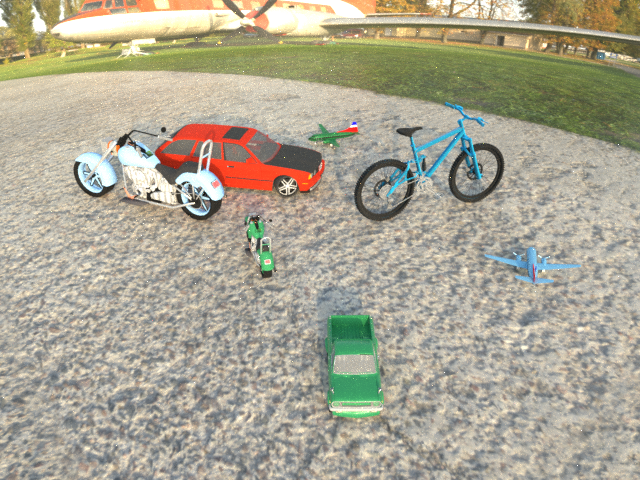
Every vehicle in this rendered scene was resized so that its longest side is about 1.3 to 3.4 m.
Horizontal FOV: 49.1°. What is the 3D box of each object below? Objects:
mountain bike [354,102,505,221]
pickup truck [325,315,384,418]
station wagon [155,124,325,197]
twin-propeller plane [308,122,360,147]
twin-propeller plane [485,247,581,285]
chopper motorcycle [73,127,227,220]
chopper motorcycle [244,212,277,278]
[{"bbox_3d":[1.879,-1.237,11.586,2.857,1.688,1.114,-12,32,-19],"label":"mountain bike"},{"bbox_3d":[0.386,1.388,8.194,0.640,0.511,1.603,0,30,0],"label":"pickup truck"},{"bbox_3d":[-1.456,-1.539,12.883,3.105,0.920,1.327,6,30,11],"label":"station wagon"},{"bbox_3d":[0.278,-2.225,14.595,1.095,0.407,1.370,-8,31,-14],"label":"twin-propeller plane"},{"bbox_3d":[3.088,0.321,10.157,1.370,0.407,1.095,6,30,11],"label":"twin-propeller plane"},{"bbox_3d":[-2.954,-1.207,11.742,3.040,1.480,0.906,14,33,23],"label":"chopper motorcycle"},{"bbox_3d":[-0.928,-0.048,10.444,0.466,0.761,1.563,-8,31,-13],"label":"chopper motorcycle"}]
